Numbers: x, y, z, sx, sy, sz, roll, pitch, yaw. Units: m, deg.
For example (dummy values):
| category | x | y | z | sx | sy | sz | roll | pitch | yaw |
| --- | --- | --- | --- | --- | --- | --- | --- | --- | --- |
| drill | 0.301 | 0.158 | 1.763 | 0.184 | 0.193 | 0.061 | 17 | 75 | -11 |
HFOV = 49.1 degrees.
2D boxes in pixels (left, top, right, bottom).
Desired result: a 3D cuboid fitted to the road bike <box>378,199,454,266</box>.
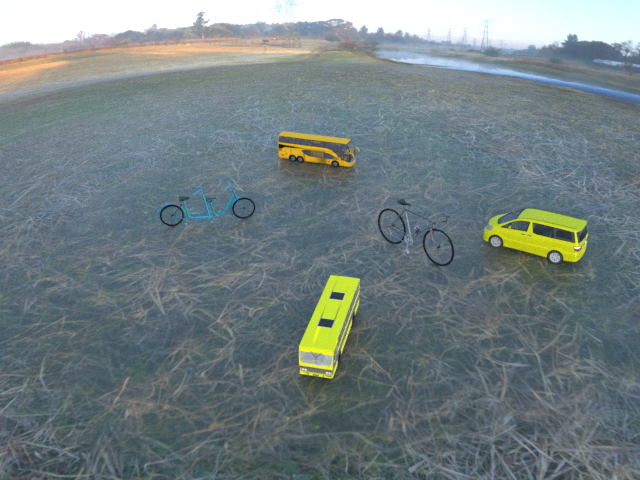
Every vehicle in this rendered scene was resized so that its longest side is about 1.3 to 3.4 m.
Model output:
| category | x | y | z | sx | sy | sz | roll | pitch | yaw |
| --- | --- | --- | --- | --- | --- | --- | --- | --- | --- |
| road bike | 1.457 | -0.165 | 10.756 | 0.358 | 0.852 | 1.545 | -23 | 35 | -36 |

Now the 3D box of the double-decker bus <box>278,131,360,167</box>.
| category | x | y | z | sx | sy | sz | roll | pitch | yaw |
| --- | --- | --- | --- | --- | --- | --- | --- | --- | --- |
| double-decker bus | -0.046 | -1.847 | 14.284 | 1.672 | 0.541 | 0.389 | 10 | 29 | 18 |

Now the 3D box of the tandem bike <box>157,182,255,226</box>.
| category | x | y | z | sx | sy | sz | roll | pitch | yaw |
| --- | --- | --- | --- | --- | --- | --- | --- | --- | --- |
| tandem bike | -1.907 | -0.599 | 11.762 | 1.642 | 0.682 | 0.283 | -6 | 28 | -12 |

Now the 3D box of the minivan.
| category | x | y | z | sx | sy | sz | roll | pitch | yaw |
| --- | --- | --- | --- | --- | --- | --- | --- | --- | --- |
| minivan | 3.354 | -0.132 | 10.945 | 1.548 | 0.616 | 0.681 | 17 | 32 | 29 |

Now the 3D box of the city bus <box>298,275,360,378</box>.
| category | x | y | z | sx | sy | sz | roll | pitch | yaw |
| --- | --- | --- | --- | --- | --- | --- | --- | --- | --- |
| city bus | 0.145 | 1.068 | 8.834 | 0.476 | 0.460 | 1.674 | 6 | 28 | 12 |
